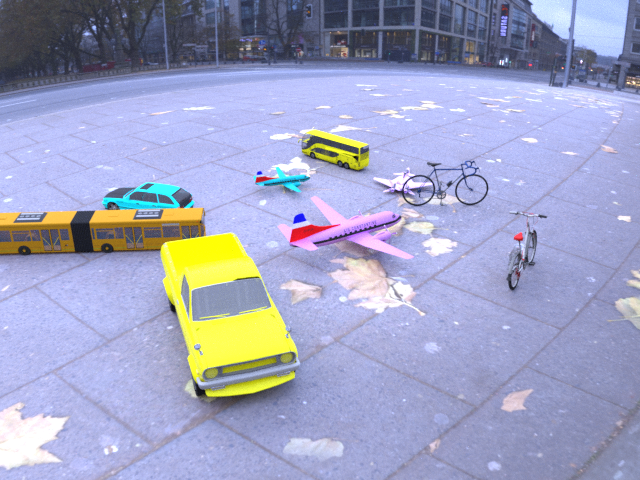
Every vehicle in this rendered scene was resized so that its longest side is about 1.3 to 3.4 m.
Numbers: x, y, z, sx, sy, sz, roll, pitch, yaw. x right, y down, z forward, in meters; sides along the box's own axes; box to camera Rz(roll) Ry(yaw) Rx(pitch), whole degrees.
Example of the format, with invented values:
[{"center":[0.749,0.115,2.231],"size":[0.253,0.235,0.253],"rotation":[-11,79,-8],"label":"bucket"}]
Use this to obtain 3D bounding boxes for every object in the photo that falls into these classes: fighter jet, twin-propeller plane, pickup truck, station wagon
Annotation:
[{"center":[1.622,-1.239,13.481],"size":[1.147,0.286,1.358],"rotation":[7,27,13],"label":"fighter jet"},{"center":[0.441,-0.246,10.934],"size":[2.129,0.792,2.663],"rotation":[-16,31,-29],"label":"twin-propeller plane"},{"center":[-1.235,0.721,8.780],"size":[1.244,0.993,3.117],"rotation":[-9,28,-17],"label":"pickup truck"},{"center":[-3.030,-0.730,12.256],"size":[1.597,0.473,0.682],"rotation":[8,28,16],"label":"station wagon"},{"center":[-0.696,-1.167,13.201],"size":[1.095,0.407,1.370],"rotation":[-10,28,-19],"label":"twin-propeller plane"}]

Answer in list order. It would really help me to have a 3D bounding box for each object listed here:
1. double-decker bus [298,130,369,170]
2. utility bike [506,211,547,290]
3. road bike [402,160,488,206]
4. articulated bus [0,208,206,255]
[{"center":[0.280,-1.877,14.468],"size":[1.672,0.541,0.389],"rotation":[22,34,37],"label":"double-decker bus"},{"center":[2.893,0.092,10.088],"size":[0.535,0.946,1.435],"rotation":[15,30,27],"label":"utility bike"},{"center":[2.222,-0.998,12.369],"size":[1.545,0.852,0.358],"rotation":[-1,27,-2],"label":"road bike"},{"center":[-3.483,-0.143,10.987],"size":[3.401,0.561,0.605],"rotation":[-2,27,-3],"label":"articulated bus"}]
